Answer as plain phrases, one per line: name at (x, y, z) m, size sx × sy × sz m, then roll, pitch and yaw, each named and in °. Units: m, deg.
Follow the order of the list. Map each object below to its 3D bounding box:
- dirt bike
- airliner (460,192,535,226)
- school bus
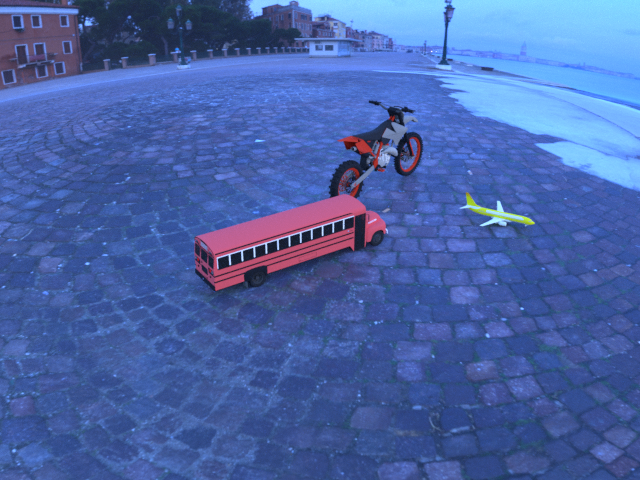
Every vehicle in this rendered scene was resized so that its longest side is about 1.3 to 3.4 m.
dirt bike at (1.145, -1.726, 13.450) m, size 1.024 × 1.666 × 2.903 m, roll 22°, pitch 35°, yaw 35°
airliner at (3.200, -0.539, 12.531) m, size 1.307 × 0.429 × 1.161 m, roll 14°, pitch 31°, yaw 24°
school bus at (-0.349, -0.034, 11.132) m, size 3.322 × 0.844 × 0.709 m, roll -18°, pitch 33°, yaw -30°
